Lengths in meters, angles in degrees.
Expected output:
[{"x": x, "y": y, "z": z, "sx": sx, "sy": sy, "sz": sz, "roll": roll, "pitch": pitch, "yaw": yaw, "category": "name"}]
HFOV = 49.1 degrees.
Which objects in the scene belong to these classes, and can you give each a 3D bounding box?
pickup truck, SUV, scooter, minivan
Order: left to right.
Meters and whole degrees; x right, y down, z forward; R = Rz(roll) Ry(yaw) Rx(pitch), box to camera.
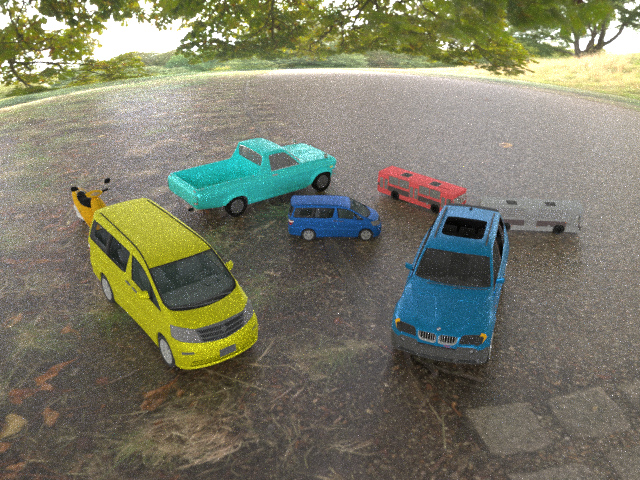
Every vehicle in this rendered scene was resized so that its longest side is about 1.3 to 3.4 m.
[{"x": -3.797, "y": -0.575, "z": 11.603, "sx": 0.662, "sy": 0.919, "sz": 1.399, "roll": -20, "pitch": 33, "yaw": -34, "category": "scooter"}, {"x": -2.006, "y": 0.488, "z": 9.237, "sx": 1.324, "sy": 1.197, "sz": 3.011, "roll": -19, "pitch": 33, "yaw": -33, "category": "minivan"}, {"x": -1.184, "y": -1.269, "z": 12.868, "sx": 3.117, "sy": 0.993, "sz": 1.244, "roll": -19, "pitch": 33, "yaw": -32, "category": "pickup truck"}, {"x": 0.246, "y": -0.388, "z": 11.571, "sx": 1.548, "sy": 0.616, "sz": 0.681, "roll": 0, "pitch": 27, "yaw": 0, "category": "minivan"}, {"x": 1.828, "y": 0.462, "z": 9.362, "sx": 1.276, "sy": 1.128, "sz": 3.058, "roll": 9, "pitch": 29, "yaw": 16, "category": "SUV"}]

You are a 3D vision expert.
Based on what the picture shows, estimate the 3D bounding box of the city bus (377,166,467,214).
[{"x": 1.825, "y": -0.884, "z": 12.703, "sx": 1.674, "sy": 0.460, "sz": 0.476, "roll": 23, "pitch": 35, "yaw": 37, "category": "city bus"}]

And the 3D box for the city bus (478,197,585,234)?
[{"x": 3.524, "y": -0.407, "z": 11.778, "sx": 1.674, "sy": 0.460, "sz": 0.476, "roll": 3, "pitch": 27, "yaw": 5, "category": "city bus"}]
